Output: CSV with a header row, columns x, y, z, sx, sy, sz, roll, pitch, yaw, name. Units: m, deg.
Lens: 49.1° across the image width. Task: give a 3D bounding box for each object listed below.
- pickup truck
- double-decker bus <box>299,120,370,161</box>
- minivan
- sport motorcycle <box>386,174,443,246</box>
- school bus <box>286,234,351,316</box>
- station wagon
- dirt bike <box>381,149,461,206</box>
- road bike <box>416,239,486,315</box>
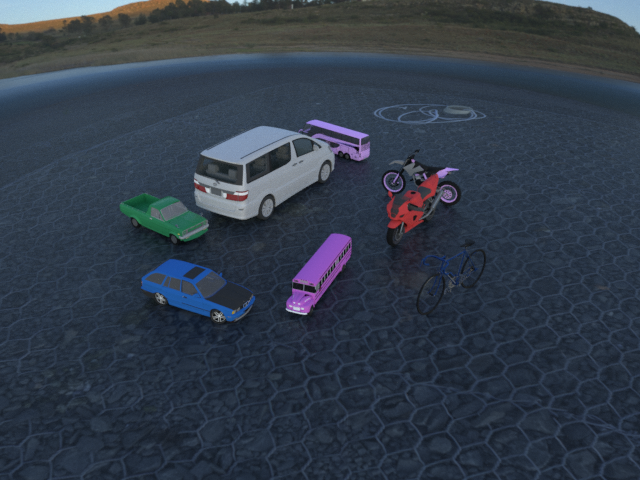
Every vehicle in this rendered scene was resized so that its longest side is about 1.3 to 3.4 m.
x,y,z,sx,sy,sz,roll,pitch,yaw,name
-2.565,-0.422,11.452,1.603,0.511,0.640,20,34,33,pickup truck
0.294,-2.078,14.489,1.672,0.541,0.389,23,36,36,double-decker bus
-0.892,-1.361,12.470,1.324,1.197,3.011,17,33,28,minivan
1.497,-0.493,11.257,0.506,0.821,1.520,19,34,31,sport motorcycle
-0.001,0.470,9.881,0.365,0.434,1.708,11,30,19,school bus
-1.658,0.650,9.505,1.597,0.473,0.682,14,31,24,station wagon
1.782,-1.098,12.340,1.493,0.857,0.527,14,31,24,dirt bike
1.810,0.449,9.480,1.545,0.852,0.358,-25,37,-38,road bike
